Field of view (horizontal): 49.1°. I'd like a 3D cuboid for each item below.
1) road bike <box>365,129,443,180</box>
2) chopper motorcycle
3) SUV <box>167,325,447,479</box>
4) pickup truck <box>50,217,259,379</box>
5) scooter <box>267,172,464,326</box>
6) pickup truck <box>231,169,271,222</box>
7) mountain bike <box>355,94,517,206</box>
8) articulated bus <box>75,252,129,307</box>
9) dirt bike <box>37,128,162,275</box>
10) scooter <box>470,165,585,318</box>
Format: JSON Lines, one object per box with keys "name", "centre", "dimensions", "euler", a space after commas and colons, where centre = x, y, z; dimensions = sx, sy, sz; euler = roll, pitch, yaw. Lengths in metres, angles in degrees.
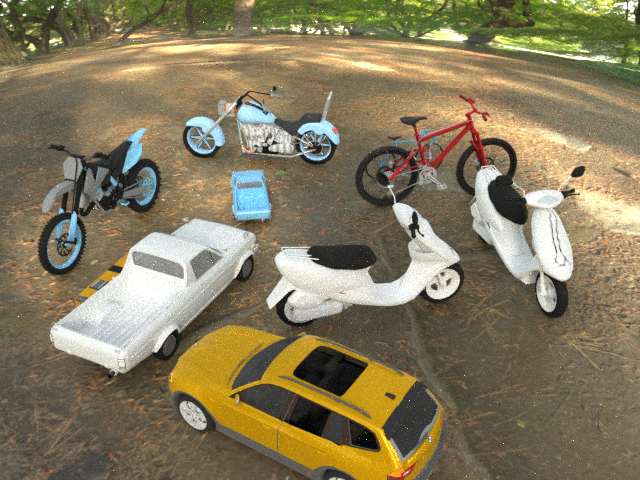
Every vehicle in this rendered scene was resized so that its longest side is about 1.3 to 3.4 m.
{"name": "road bike", "centre": [1.553, -1.545, 12.720], "dimensions": [1.545, 0.852, 0.358], "euler": [-9, 33, -15]}
{"name": "chopper motorcycle", "centre": [-1.132, -2.163, 13.126], "dimensions": [3.040, 1.480, 0.906], "euler": [6, 32, 10]}
{"name": "SUV", "centre": [-0.203, 1.620, 7.312], "dimensions": [3.058, 1.128, 1.276], "euler": [18, 36, 27]}
{"name": "pickup truck", "centre": [-2.034, 0.549, 9.182], "dimensions": [1.244, 0.993, 3.117], "euler": [14, 34, 22]}
{"name": "scooter", "centre": [0.649, 0.225, 8.951], "dimensions": [2.721, 1.786, 1.288], "euler": [-8, 33, -13]}
{"name": "pickup truck", "centre": [-1.181, -0.799, 11.834], "dimensions": [0.640, 0.511, 1.603], "euler": [-4, 32, -7]}
{"name": "mountain bike", "centre": [1.990, -1.404, 11.694], "dimensions": [2.857, 1.688, 1.114], "euler": [-6, 32, -9]}
{"name": "articulated bus", "centre": [-2.810, 0.474, 9.976], "dimensions": [0.311, 0.289, 1.749], "euler": [12, 34, 19]}
{"name": "dirt bike", "centre": [-3.301, -0.737, 10.630], "dimensions": [1.024, 1.666, 2.903], "euler": [12, 34, 19]}
{"name": "scooter", "centre": [2.805, -0.297, 9.801], "dimensions": [1.288, 1.786, 2.721], "euler": [-7, 32, -12]}
